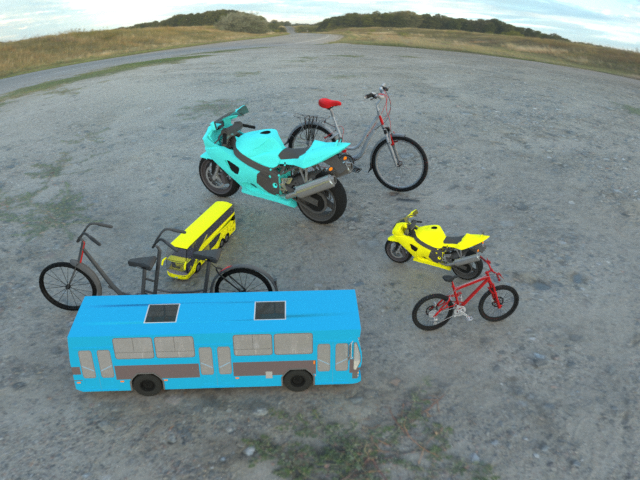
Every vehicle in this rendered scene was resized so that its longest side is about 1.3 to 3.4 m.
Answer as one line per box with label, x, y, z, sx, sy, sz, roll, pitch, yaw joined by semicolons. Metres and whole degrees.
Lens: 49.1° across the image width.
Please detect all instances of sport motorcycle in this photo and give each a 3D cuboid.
sport motorcycle;1.664;0.095;10.160;1.520;0.821;0.506;14;33;22
sport motorcycle;-0.833;-1.224;11.654;2.955;1.596;0.983;15;34;24

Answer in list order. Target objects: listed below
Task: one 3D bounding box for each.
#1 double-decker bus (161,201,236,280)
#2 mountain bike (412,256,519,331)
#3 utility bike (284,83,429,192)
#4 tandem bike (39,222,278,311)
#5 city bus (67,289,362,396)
double-decker bus;-1.792;0.001;10.599;0.389;0.541;1.672;11;32;17
mountain bike;1.893;0.747;8.992;1.469;0.868;0.573;-6;31;-11
utility bike;0.641;-1.901;12.577;2.791;1.839;1.039;12;32;19
tandem bike;-2.135;0.426;9.090;3.192;1.326;0.550;2;30;3
city bus;-1.163;1.202;8.186;3.255;0.894;0.926;-1;30;-2
